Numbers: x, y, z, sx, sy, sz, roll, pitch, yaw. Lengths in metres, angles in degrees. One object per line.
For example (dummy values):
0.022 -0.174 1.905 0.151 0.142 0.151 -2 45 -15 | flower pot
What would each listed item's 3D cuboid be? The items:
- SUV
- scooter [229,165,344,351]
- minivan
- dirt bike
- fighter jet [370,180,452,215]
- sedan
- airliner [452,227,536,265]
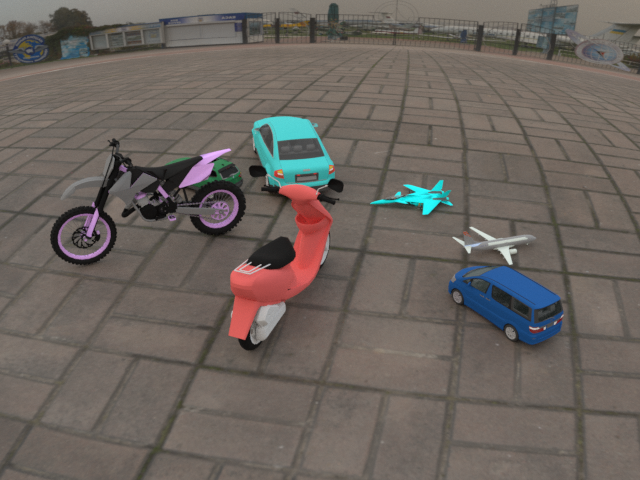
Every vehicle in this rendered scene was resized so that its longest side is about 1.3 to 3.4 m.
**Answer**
-2.080 -1.196 12.286 1.572 0.580 0.656 19 35 30 | SUV
-0.422 0.085 8.827 1.288 1.786 2.721 12 32 20 | scooter
2.328 0.709 8.915 0.681 0.616 1.548 -18 34 -29 | minivan
-2.450 -0.591 10.132 2.903 1.666 1.024 -14 33 -23 | dirt bike
1.506 -0.746 11.796 1.358 0.286 1.147 -5 30 -9 | fighter jet
-0.551 -1.753 12.899 1.235 0.940 3.137 -6 30 -11 | sedan
2.666 -0.032 10.400 1.307 0.429 1.161 -9 31 -16 | airliner
